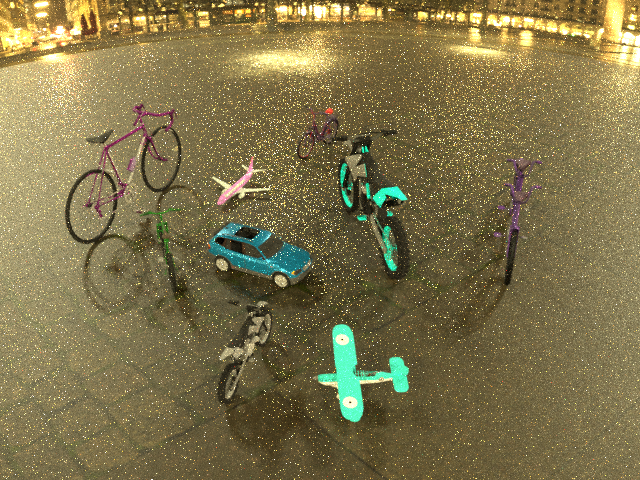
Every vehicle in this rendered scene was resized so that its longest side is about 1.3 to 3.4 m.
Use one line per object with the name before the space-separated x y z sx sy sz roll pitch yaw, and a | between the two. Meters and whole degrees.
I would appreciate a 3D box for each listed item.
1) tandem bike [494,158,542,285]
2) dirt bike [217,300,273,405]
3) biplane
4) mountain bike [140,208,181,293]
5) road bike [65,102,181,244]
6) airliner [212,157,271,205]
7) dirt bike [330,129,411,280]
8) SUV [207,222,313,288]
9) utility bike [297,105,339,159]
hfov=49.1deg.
tandem bike | 3.001 -0.584 10.635 0.550 1.326 3.192 8 33 13
dirt bike | -0.870 1.195 8.196 0.527 0.857 1.493 10 33 16
biplane | 0.463 1.566 7.929 1.090 0.504 1.336 -2 32 -3
mountain bike | -2.191 0.093 9.972 0.573 0.868 1.469 -10 33 -15
road bike | -3.099 -1.163 11.259 0.697 1.656 3.004 13 34 20
airliner | -1.452 -1.015 12.189 1.161 0.429 1.307 13 34 20
dirt bike | 0.744 -0.712 10.518 1.024 1.666 2.903 -9 33 -14
SUV | -0.875 0.173 10.118 1.572 0.580 0.656 14 34 21
utility bike | 0.029 -2.149 13.537 0.535 0.946 1.435 20 37 29
